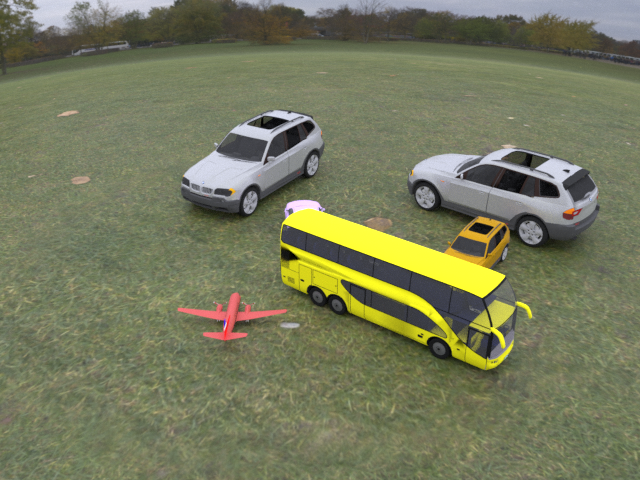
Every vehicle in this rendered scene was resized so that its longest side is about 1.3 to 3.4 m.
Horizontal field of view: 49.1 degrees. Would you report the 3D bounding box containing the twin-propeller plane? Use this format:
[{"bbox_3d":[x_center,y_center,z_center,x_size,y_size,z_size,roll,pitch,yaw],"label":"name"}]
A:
[{"bbox_3d":[-1.101,0.895,8.649,1.370,0.407,1.095,1,28,1],"label":"twin-propeller plane"}]

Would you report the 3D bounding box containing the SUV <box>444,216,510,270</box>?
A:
[{"bbox_3d":[2.162,0.151,9.843,0.656,0.580,1.572,18,33,29],"label":"SUV"}]

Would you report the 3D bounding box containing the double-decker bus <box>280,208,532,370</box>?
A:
[{"bbox_3d":[0.908,0.552,8.605,3.251,1.052,0.756,20,34,33],"label":"double-decker bus"}]

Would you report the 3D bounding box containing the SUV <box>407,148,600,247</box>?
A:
[{"bbox_3d":[2.871,-0.884,11.181,3.058,1.128,1.276,23,36,36],"label":"SUV"}]

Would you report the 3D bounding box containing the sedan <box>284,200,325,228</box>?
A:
[{"bbox_3d":[-0.216,-0.279,10.740,0.635,0.483,1.613,-3,29,-5],"label":"sedan"}]

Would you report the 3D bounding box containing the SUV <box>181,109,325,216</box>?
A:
[{"bbox_3d":[-1.106,-1.441,12.211,1.276,1.128,3.058,17,33,28],"label":"SUV"}]
